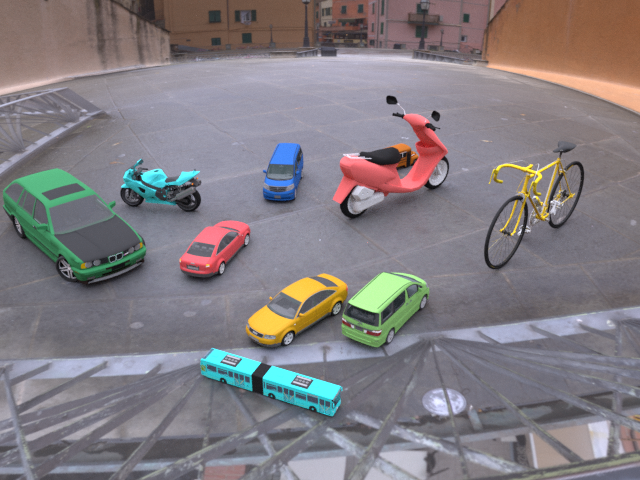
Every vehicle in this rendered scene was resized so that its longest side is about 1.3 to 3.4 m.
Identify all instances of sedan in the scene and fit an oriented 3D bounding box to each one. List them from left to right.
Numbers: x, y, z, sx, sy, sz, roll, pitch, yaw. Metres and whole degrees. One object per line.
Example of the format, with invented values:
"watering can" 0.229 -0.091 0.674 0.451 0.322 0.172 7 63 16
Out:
"sedan" -1.595 0.050 10.826 0.635 0.483 1.613 9 30 16
"sedan" -0.293 0.875 9.329 0.635 0.483 1.613 24 37 36

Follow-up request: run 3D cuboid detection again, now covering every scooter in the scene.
"scooter" 1.342 -1.458 12.214 2.721 1.786 1.288 -21 35 -33

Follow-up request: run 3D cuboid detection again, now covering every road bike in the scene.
"road bike" 3.419 -0.641 10.865 0.697 1.656 3.004 25 38 38

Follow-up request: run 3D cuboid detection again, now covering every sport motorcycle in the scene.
"sport motorcycle" -2.798 -0.922 12.241 1.520 0.821 0.506 5 29 9

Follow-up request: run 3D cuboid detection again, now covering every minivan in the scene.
"minivan" -0.676 -1.280 13.105 0.681 0.616 1.548 3 29 5
"minivan" 0.910 0.808 9.314 0.681 0.616 1.548 18 34 29

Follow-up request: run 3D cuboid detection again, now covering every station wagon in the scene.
"station wagon" -3.953 -0.342 11.085 1.327 0.920 3.105 -23 36 -36

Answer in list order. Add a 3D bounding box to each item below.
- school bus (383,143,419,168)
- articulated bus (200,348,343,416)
"school bus" 1.259 -1.555 13.791 1.708 0.434 0.365 -20 34 -31
"articulated bus" -0.583 1.641 8.140 1.749 0.289 0.311 12 31 21
